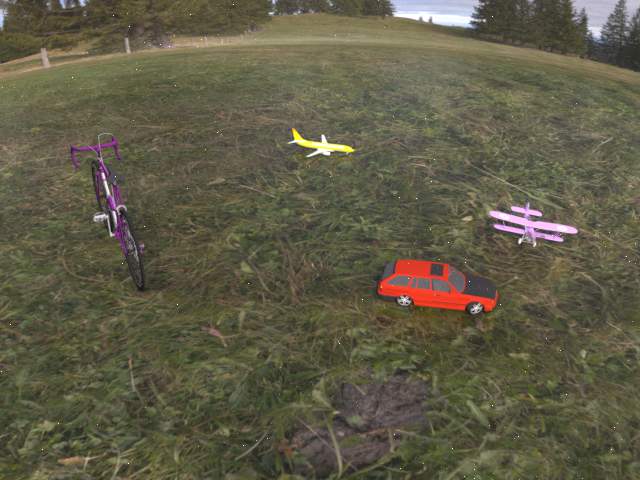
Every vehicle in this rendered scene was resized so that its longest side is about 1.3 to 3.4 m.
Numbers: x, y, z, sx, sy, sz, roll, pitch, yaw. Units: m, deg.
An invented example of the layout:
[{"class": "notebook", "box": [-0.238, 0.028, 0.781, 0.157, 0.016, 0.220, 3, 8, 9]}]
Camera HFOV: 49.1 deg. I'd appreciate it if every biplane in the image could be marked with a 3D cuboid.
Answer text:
[{"class": "biplane", "box": [3.287, -0.233, 10.923, 1.336, 0.504, 1.090, 4, 31, 7]}]

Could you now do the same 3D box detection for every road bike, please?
[{"class": "road bike", "box": [-3.010, -0.484, 10.211, 0.697, 1.656, 3.004, -15, 33, -23]}]

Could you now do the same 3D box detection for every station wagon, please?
[{"class": "station wagon", "box": [1.608, 0.601, 9.528, 1.597, 0.473, 0.682, 6, 31, 10]}]

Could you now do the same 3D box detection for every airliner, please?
[{"class": "airliner", "box": [0.050, -1.959, 13.946, 1.307, 0.429, 1.161, 8, 31, 13]}]
